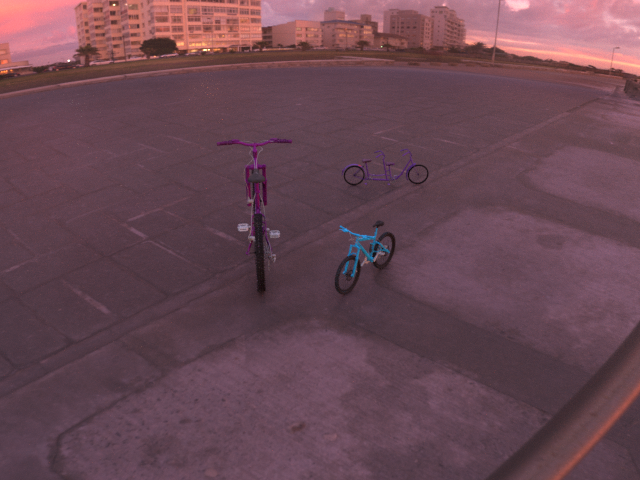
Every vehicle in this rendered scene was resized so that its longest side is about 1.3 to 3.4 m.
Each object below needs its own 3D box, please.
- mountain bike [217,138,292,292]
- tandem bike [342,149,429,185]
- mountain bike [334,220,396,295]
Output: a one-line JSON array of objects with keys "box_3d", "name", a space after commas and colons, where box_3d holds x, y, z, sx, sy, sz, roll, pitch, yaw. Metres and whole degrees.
[{"box_3d": [-0.916, -0.490, 10.285, 1.114, 1.688, 2.857, -3, 27, -5], "name": "mountain bike"}, {"box_3d": [1.227, -1.350, 13.105, 1.642, 0.682, 0.283, -1, 27, -2], "name": "tandem bike"}, {"box_3d": [0.659, 0.178, 9.872, 0.573, 0.868, 1.469, 19, 32, 33], "name": "mountain bike"}]
